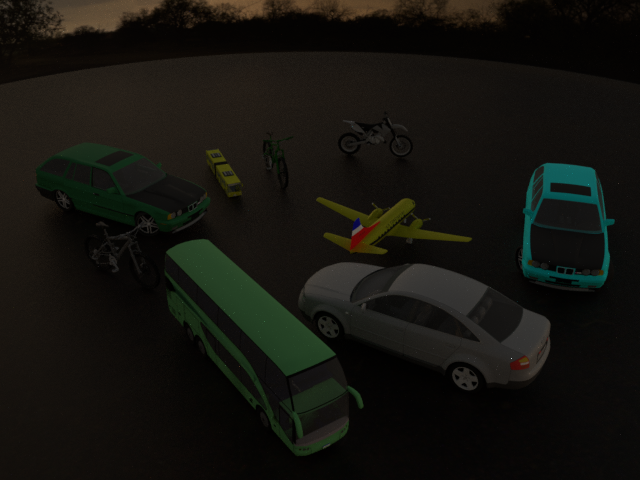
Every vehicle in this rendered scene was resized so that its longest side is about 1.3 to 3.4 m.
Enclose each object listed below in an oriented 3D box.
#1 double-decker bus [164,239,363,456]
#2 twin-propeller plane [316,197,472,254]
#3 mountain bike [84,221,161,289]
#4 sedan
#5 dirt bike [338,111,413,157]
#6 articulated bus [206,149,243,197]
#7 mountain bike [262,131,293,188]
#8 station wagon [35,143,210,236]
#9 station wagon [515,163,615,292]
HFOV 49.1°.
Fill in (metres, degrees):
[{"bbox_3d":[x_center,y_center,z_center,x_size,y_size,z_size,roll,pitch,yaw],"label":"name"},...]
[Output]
[{"bbox_3d":[-0.799,1.105,7.875,0.756,1.052,3.251,-18,34,-30],"label":"double-decker bus"},{"bbox_3d":[0.987,-0.312,10.705,2.663,0.792,2.129,17,33,28],"label":"twin-propeller plane"},{"bbox_3d":[-2.795,0.168,9.758,1.469,0.868,0.573,17,33,28],"label":"mountain bike"},{"bbox_3d":[1.177,0.841,8.467,3.137,0.940,1.235,17,33,28],"label":"sedan"},{"bbox_3d":[1.095,-2.058,13.794,1.493,0.857,0.527,4,29,8],"label":"dirt bike"},{"bbox_3d":[-1.795,-1.260,12.939,0.311,0.289,1.749,-10,31,-18],"label":"articulated bus"},{"bbox_3d":[-0.832,-1.548,12.861,0.573,0.868,1.469,-10,30,-17],"label":"mountain bike"},{"bbox_3d":[-3.321,-0.940,11.707,3.105,0.920,1.327,15,32,25],"label":"station wagon"},{"bbox_3d":[3.721,-0.336,10.615,1.327,0.920,3.105,8,30,15],"label":"station wagon"}]
